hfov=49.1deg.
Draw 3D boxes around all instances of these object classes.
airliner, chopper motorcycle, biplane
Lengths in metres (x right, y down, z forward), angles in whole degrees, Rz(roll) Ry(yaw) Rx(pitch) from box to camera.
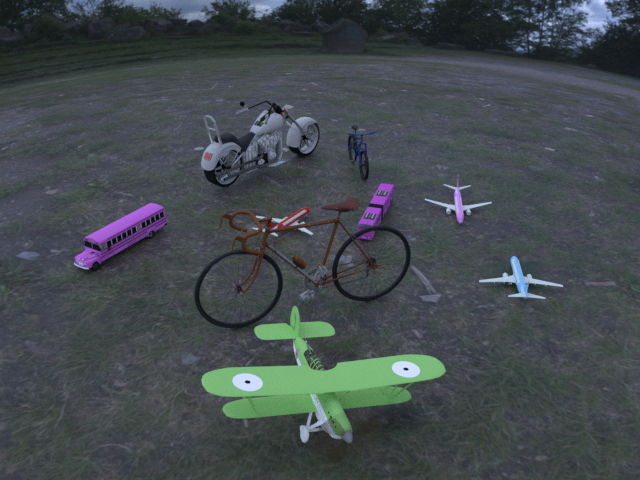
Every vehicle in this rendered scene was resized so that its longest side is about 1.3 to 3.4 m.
[{"bbox_3d":[-0.525,-0.388,11.572,1.161,0.429,1.307,17,33,29],"label":"airliner"},{"bbox_3d":[2.863,0.464,10.010,1.161,0.429,1.307,3,29,5],"label":"airliner"},{"bbox_3d":[-1.067,-2.016,13.461,0.906,1.480,3.040,22,35,34],"label":"chopper motorcycle"},{"bbox_3d":[0.004,1.473,7.583,2.598,0.981,2.120,-9,30,-16],"label":"biplane"},{"bbox_3d":[2.415,-0.702,12.148,1.161,0.429,1.307,3,29,6],"label":"airliner"}]

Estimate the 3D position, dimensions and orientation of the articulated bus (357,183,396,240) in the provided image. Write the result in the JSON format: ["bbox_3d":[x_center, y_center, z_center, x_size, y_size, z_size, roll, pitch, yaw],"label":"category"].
[{"bbox_3d":[0.967,-0.506,11.936,0.311,0.289,1.749,8,30,15],"label":"articulated bus"}]

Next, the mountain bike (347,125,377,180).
[{"bbox_3d":[0.741,-1.773,13.655,0.573,0.868,1.469,-6,29,-10],"label":"mountain bike"}]

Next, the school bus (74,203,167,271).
[{"bbox_3d":[-3.119,-0.062,10.969,0.365,0.434,1.708,16,33,27],"label":"school bus"}]

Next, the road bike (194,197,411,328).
[{"bbox_3d":[-0.161,0.264,9.096,3.004,1.656,0.696,-10,30,-18],"label":"road bike"}]
